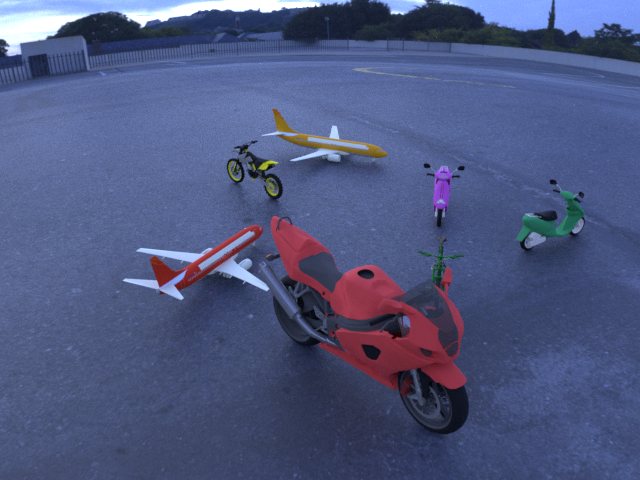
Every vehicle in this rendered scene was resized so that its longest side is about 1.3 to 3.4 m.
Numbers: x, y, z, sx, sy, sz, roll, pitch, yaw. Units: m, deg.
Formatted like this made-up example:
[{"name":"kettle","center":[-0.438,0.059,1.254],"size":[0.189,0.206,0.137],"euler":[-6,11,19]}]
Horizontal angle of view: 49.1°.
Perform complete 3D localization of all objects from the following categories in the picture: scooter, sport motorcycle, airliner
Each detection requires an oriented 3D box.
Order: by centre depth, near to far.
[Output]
[{"name":"sport motorcycle","center":[0.433,0.853,7.575],"size":[0.983,1.596,2.955],"euler":[-22,35,-36]},{"name":"airliner","center":[-1.513,0.114,9.823],"size":[2.257,0.835,2.541],"euler":[14,31,26]},{"name":"scooter","center":[3.577,-0.370,10.664],"size":[1.399,0.919,0.662],"euler":[-15,31,-26]},{"name":"scooter","center":[2.037,-0.881,11.648],"size":[0.662,0.919,1.399],"euler":[5,28,10]},{"name":"airliner","center":[0.159,-2.107,14.099],"size":[2.541,0.835,2.257],"euler":[11,29,19]}]

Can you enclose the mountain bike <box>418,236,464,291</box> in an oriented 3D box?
[{"name":"mountain bike","center":[1.559,0.429,9.182],"size":[0.573,0.868,1.469],"euler":[5,28,10]}]

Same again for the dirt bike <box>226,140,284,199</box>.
[{"name":"dirt bike","center":[-1.193,-1.276,12.474],"size":[1.493,0.857,0.527],"euler":[24,36,38]}]
